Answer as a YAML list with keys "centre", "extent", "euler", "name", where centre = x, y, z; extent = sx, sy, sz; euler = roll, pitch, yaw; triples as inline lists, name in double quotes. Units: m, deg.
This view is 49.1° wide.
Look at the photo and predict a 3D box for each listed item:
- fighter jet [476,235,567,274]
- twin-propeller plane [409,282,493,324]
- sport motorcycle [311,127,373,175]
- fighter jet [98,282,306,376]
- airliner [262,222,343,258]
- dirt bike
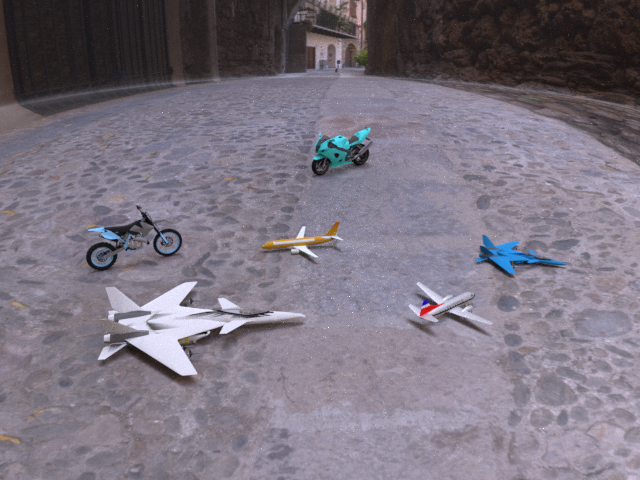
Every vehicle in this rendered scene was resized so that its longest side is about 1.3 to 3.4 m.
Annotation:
- centre: [3.169, 0.216, 10.953]
  extent: [1.358, 0.286, 1.147]
  euler: [8, 27, 16]
  name: "fighter jet"
- centre: [1.743, 0.850, 9.518]
  extent: [1.095, 0.407, 1.370]
  euler: [-19, 32, -33]
  name: "twin-propeller plane"
- centre: [0.449, -1.856, 14.585]
  extent: [1.520, 0.821, 0.506]
  euler: [-18, 31, -32]
  name: "sport motorcycle"
- centre: [-1.494, 0.956, 9.131]
  extent: [2.640, 0.557, 2.229]
  euler: [-4, 26, -8]
  name: "fighter jet"
- centre: [-0.303, -0.052, 11.338]
  extent: [1.307, 0.429, 1.161]
  euler: [-5, 26, -10]
  name: "airliner"
- centre: [-2.873, -0.032, 10.812]
  extent: [1.493, 0.857, 0.527]
  euler: [-12, 29, -24]
  name: "dirt bike"
